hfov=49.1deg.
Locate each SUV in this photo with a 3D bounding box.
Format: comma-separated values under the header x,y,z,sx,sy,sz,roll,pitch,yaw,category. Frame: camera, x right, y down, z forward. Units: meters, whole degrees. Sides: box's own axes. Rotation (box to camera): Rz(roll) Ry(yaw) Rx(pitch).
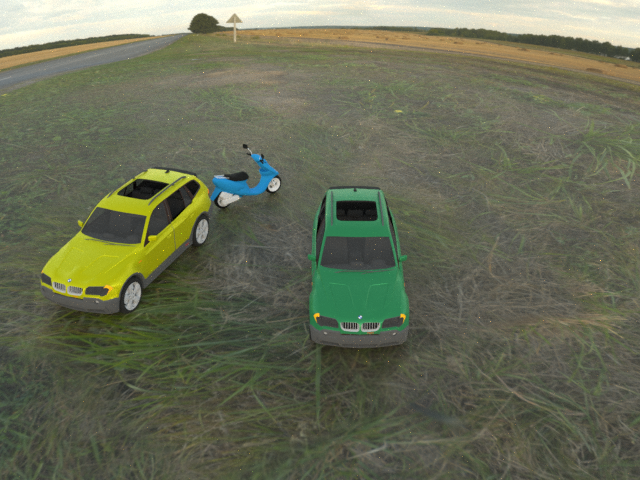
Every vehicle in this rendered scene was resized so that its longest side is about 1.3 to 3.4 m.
x,y,z,sx,sy,sz,roll,pitch,yaw,category
0.485,0.243,9.398,1.276,1.128,3.058,0,30,1,SUV
-2.669,-0.103,10.009,1.276,1.128,3.058,10,31,18,SUV

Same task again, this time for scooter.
x,y,z,sx,sy,sz,roll,pitch,yaw,category
-1.255,-1.087,11.959,1.399,0.919,0.662,-20,35,-31,scooter
